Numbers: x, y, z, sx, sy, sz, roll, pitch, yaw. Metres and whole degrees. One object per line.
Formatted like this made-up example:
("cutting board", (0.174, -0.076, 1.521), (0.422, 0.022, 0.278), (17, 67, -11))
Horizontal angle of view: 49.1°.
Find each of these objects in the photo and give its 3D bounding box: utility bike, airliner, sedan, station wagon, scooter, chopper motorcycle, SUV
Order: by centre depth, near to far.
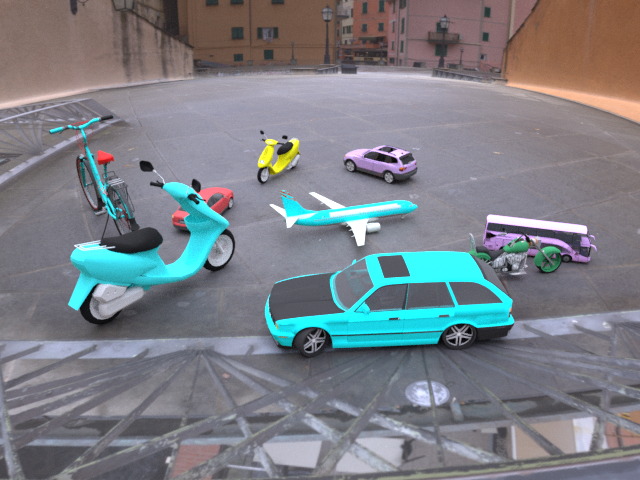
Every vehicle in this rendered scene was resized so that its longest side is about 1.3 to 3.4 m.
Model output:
("station wagon", (0.848, 0.728, 8.952), (3.105, 0.920, 1.327), (-2, 26, -4))
("scooter", (-2.211, -0.024, 9.497), (1.288, 1.786, 2.721), (21, 33, 36))
("chopper motorcycle", (2.825, 0.189, 10.221), (1.563, 0.761, 0.466), (-6, 27, -11))
("utility bike", (-3.634, -0.982, 11.373), (1.039, 1.839, 2.791), (-17, 31, -30))
("airliner", (0.510, -0.595, 11.724), (2.541, 0.835, 2.257), (-9, 28, -18))
("sedan", (-2.010, -0.623, 12.176), (0.635, 0.483, 1.613), (7, 27, 15))
("scooter", (-0.816, -1.728, 13.919), (0.662, 0.919, 1.399), (16, 31, 29))
("SUV", (1.201, -1.597, 14.037), (1.572, 0.580, 0.656), (21, 33, 36))

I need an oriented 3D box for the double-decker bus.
("double-decker bus", (3.404, -0.016, 10.885), (1.672, 0.541, 0.389), (8, 27, 15))
